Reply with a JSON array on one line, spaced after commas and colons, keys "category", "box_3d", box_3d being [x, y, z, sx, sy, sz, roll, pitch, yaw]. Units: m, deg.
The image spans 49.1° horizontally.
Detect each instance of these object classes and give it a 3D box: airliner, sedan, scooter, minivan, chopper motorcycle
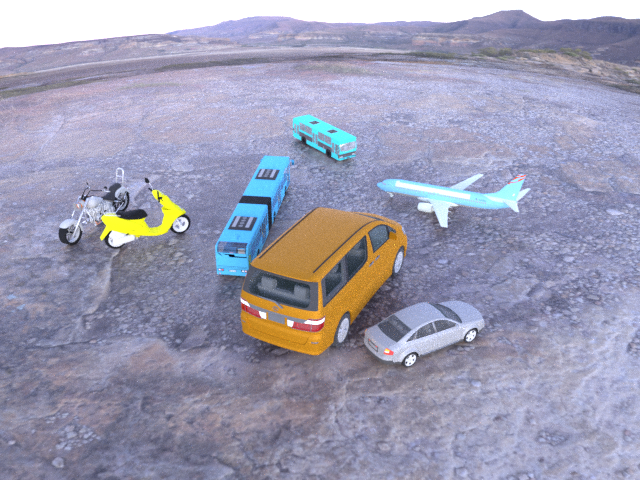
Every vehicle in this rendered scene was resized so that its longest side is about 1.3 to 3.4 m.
[{"category": "airliner", "box_3d": [2.142, -0.913, 11.684, 2.541, 0.835, 2.257, 13, 31, 22]}, {"category": "sedan", "box_3d": [1.292, 1.044, 8.490, 1.613, 0.483, 0.635, -16, 32, -26]}, {"category": "scooter", "box_3d": [-2.664, -0.388, 10.642, 1.399, 0.919, 0.662, -15, 32, -25]}, {"category": "minivan", "box_3d": [0.173, 0.269, 9.159, 1.324, 1.197, 3.011, 14, 32, 24]}, {"category": "chopper motorcycle", "box_3d": [-3.568, -0.541, 11.084, 0.466, 0.761, 1.563, 13, 31, 22]}]

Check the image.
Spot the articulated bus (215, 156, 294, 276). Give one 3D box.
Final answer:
[{"category": "articulated bus", "box_3d": [-0.990, -0.493, 11.204, 0.605, 0.561, 3.401, 4, 29, 7]}]

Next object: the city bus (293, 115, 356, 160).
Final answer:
[{"category": "city bus", "box_3d": [0.070, -2.067, 14.172, 0.476, 0.460, 1.674, -18, 34, -30]}]
